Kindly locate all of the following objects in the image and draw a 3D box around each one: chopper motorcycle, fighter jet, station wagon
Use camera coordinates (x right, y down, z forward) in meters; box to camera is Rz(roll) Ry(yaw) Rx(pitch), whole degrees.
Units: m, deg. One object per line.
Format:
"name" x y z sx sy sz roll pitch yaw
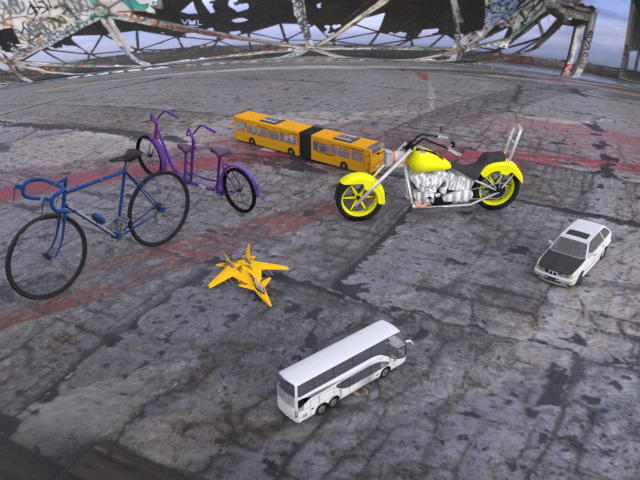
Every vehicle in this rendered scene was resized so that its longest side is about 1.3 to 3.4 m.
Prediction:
"chopper motorcycle" 1.754 -1.070 11.107 3.040 1.480 0.906 -3 28 -6
"fighter jet" -0.917 0.487 9.429 1.147 0.286 1.358 -13 30 -23
"station wagon" 3.598 0.133 9.901 0.682 0.473 1.597 20 34 33

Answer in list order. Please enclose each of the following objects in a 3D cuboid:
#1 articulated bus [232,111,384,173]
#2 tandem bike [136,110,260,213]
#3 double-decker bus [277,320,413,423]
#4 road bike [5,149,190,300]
"articulated bus" -0.300 -1.952 13.770 3.401 0.561 0.605 19 33 31
"tandem bike" -2.178 -1.393 11.886 3.192 1.326 0.550 22 35 35
"double-decker bus" 0.283 1.360 7.496 1.672 0.541 0.389 -22 35 -35
"road bike" -2.925 -0.338 9.526 0.697 1.656 3.004 20 34 33
